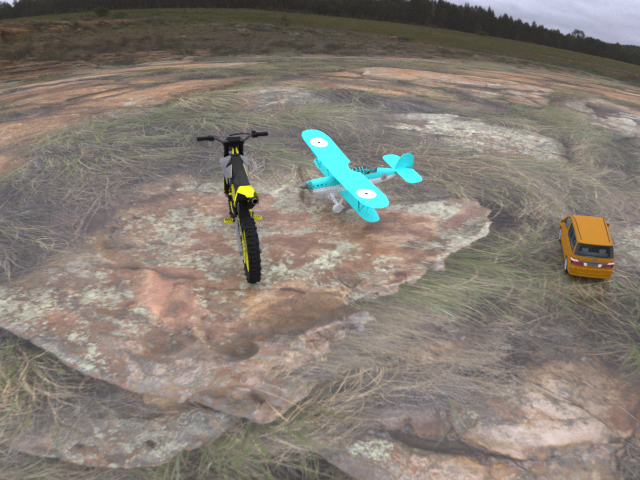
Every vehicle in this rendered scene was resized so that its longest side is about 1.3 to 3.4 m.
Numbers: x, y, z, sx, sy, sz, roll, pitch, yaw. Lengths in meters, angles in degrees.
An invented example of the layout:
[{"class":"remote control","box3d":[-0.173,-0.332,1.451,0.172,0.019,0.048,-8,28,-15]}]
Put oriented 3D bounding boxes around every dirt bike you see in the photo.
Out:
[{"class":"dirt bike","box3d":[-1.180,-0.647,10.148,1.024,1.666,2.903,-6,28,-12]}]

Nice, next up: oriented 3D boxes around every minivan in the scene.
[{"class":"minivan","box3d":[3.826,-0.011,10.068,0.681,0.616,1.548,6,28,11]}]

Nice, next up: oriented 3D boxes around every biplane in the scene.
[{"class":"biplane","box3d":[0.648,-1.012,11.573,2.120,0.981,2.598,-12,30,-22]}]
